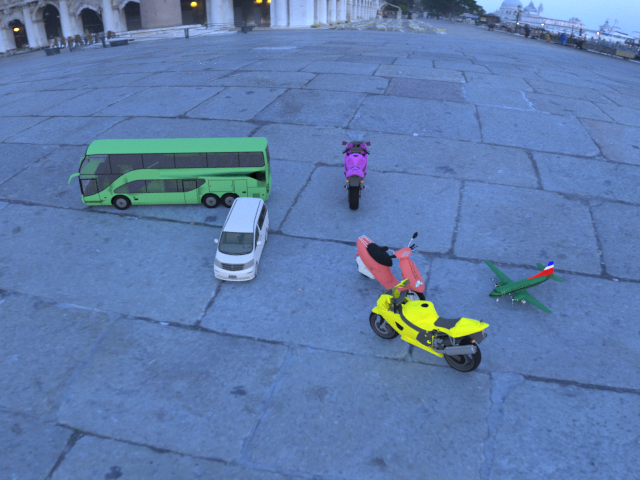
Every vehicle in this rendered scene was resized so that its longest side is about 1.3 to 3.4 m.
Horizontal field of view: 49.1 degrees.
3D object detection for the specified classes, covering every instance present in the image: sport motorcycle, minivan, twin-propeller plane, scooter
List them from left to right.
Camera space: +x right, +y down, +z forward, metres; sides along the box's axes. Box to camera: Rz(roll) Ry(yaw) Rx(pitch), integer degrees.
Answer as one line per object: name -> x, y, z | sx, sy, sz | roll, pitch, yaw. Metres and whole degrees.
minivan -> -1.143, -0.027, 10.282 | 0.681, 0.616, 1.548 | 3, 32, 4
sport motorcycle -> 0.599, -1.139, 11.894 | 0.506, 0.821, 1.520 | 2, 32, 3
scooter -> 0.938, 0.317, 9.433 | 0.662, 0.919, 1.399 | -22, 38, -32
sport motorcycle -> 1.257, 1.036, 8.358 | 1.520, 0.821, 0.506 | 20, 37, 29
twin-propeller plane -> 2.753, 0.567, 9.515 | 1.095, 0.407, 1.370 | -14, 34, -22

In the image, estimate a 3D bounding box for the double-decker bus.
double-decker bus -> -2.448, -1.126, 11.652 | 3.251, 1.052, 0.756 | -1, 32, -2
